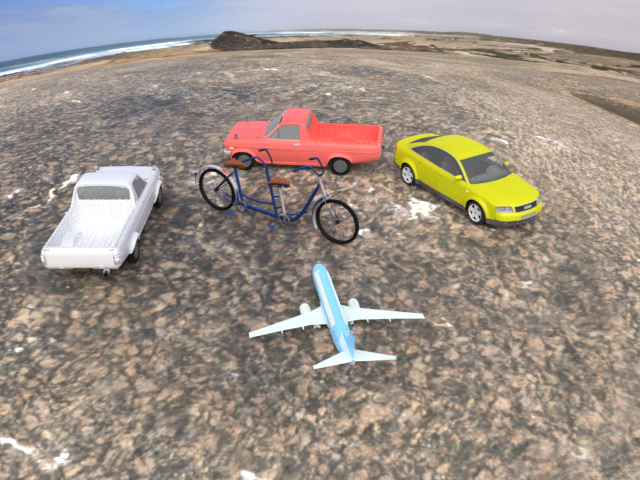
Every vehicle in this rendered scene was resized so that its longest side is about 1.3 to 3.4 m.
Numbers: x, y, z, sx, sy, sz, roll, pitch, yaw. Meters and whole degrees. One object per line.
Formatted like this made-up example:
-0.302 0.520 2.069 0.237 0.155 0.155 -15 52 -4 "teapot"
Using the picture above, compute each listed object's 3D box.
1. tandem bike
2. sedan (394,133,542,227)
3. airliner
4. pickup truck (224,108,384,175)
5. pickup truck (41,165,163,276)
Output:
-0.775 -0.818 11.325 3.192 1.326 0.550 16 34 26 "tandem bike"
2.563 -1.215 12.408 1.235 0.940 3.137 -17 34 -27 "sedan"
0.179 0.781 9.024 2.257 0.835 2.541 -5 30 -9 "airliner"
-0.302 -1.992 13.713 3.117 0.993 1.244 4 30 6 "pickup truck"
-3.355 -0.488 11.083 1.244 0.993 3.117 0 30 0 "pickup truck"
